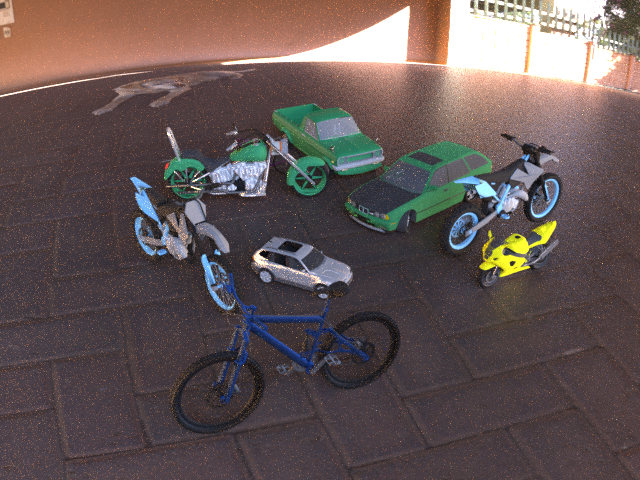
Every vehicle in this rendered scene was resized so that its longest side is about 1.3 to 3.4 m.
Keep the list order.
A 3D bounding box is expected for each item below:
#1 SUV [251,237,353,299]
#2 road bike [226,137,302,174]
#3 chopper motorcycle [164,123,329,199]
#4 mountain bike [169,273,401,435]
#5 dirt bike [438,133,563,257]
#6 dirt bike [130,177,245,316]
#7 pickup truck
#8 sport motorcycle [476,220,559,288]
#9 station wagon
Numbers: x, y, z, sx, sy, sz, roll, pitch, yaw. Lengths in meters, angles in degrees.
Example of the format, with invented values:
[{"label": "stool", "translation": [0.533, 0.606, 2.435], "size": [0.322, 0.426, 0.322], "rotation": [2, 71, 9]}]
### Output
[{"label": "SUV", "translation": [-0.279, 0.380, 10.602], "size": [1.572, 0.580, 0.656], "rotation": [14, 32, 23]}, {"label": "road bike", "translation": [-1.113, -1.650, 13.941], "size": [1.545, 0.852, 0.358], "rotation": [-6, 30, -11]}, {"label": "chopper motorcycle", "translation": [-1.346, -1.425, 12.897], "size": [3.040, 1.480, 0.906], "rotation": [-4, 30, -6]}, {"label": "mountain bike", "translation": [-0.325, 1.246, 7.928], "size": [2.857, 1.688, 1.114], "rotation": [-13, 32, -22]}, {"label": "dirt bike", "translation": [3.080, -0.780, 11.559], "size": [2.903, 1.666, 1.024], "rotation": [-19, 35, -30]}, {"label": "dirt bike", "translation": [-2.033, -0.051, 10.260], "size": [1.024, 1.666, 2.903], "rotation": [-24, 37, -36]}, {"label": "pickup truck", "translation": [0.104, -2.276, 14.911], "size": [1.244, 0.993, 3.117], "rotation": [-15, 32, -24]}, {"label": "sport motorcycle", "translation": [2.992, 0.212, 10.655], "size": [1.520, 0.821, 0.506], "rotation": [-17, 33, -27]}, {"label": "station wagon", "translation": [1.854, -1.065, 12.828], "size": [3.105, 0.920, 1.327], "rotation": [-24, 37, -36]}]
